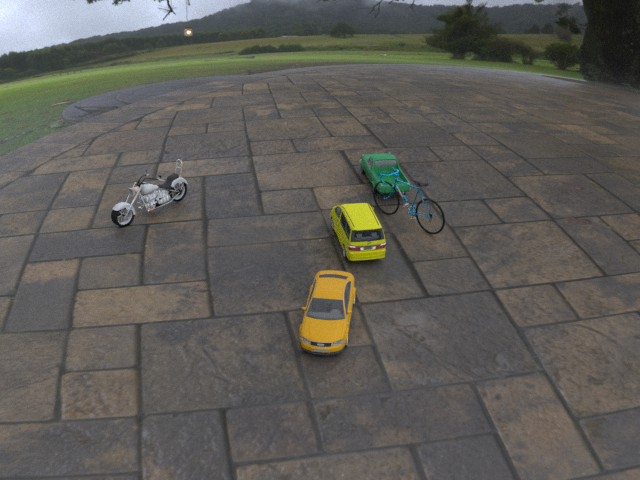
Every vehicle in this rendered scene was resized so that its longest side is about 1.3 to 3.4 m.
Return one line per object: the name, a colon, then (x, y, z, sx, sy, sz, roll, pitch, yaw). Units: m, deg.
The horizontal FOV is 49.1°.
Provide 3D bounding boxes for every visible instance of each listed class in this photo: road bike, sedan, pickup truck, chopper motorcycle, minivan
road bike: (1.433, -0.653, 11.397, 0.358, 0.852, 1.545, -23, 36, -36)
sedan: (0.112, 0.856, 8.971, 0.635, 0.483, 1.613, 4, 28, 7)
pickup truck: (1.187, -1.271, 12.911, 0.640, 0.511, 1.603, -5, 29, -9)
chopper motorcycle: (-2.854, -0.794, 11.756, 0.466, 0.761, 1.563, 20, 34, 33)
minivan: (0.568, -0.232, 10.861, 0.681, 0.616, 1.548, -5, 29, -9)
